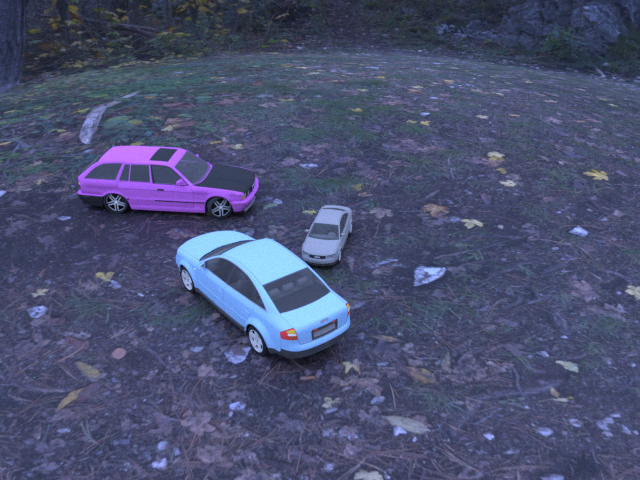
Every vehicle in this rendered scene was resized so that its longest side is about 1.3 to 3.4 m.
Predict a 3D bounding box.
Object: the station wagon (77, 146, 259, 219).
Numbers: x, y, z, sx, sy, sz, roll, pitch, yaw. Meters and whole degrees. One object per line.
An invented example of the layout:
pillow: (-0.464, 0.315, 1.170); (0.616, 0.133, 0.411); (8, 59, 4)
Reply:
station wagon: (-2.643, -1.089, 12.367); (3.105, 0.920, 1.327); (3, 29, 6)

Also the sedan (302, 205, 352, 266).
sedan: (0.125, -0.134, 11.093); (0.635, 0.483, 1.613); (6, 30, 11)

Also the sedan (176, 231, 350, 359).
sedan: (-0.879, 0.511, 9.456); (1.235, 0.940, 3.137); (-21, 35, -33)
